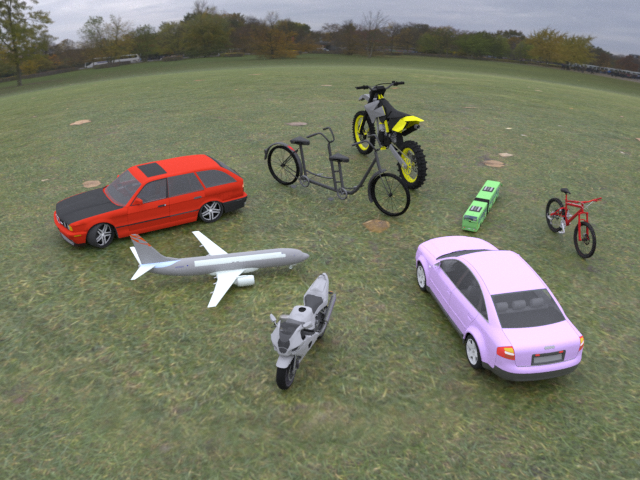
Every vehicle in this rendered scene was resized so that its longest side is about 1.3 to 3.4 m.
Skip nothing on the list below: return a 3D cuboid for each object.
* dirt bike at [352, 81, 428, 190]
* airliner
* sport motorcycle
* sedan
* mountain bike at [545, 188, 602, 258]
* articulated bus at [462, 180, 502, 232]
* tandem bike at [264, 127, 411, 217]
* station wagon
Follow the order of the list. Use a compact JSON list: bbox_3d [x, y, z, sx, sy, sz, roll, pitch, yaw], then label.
[{"bbox_3d":[1.284,-2.136,13.543,1.024,1.666,2.903,-11,29,-20],"label":"dirt bike"},{"bbox_3d":[-1.388,0.166,9.927,2.541,0.835,2.257,-7,28,-13],"label":"airliner"},{"bbox_3d":[-0.193,1.053,8.195,0.506,0.821,1.520,9,28,17],"label":"sport motorcycle"},{"bbox_3d":[2.148,0.621,8.914,1.235,0.940,3.137,-6,27,-11],"label":"sedan"},{"bbox_3d":[3.903,-0.342,10.890,0.573,0.868,1.469,-5,27,-10],"label":"mountain bike"},{"bbox_3d":[2.792,-0.605,12.049,0.311,0.289,1.749,12,29,22],"label":"articulated bus"},{"bbox_3d":[0.225,-1.330,12.333,3.192,1.326,0.550,19,32,33],"label":"tandem bike"},{"bbox_3d":[-2.810,-0.737,11.611,3.105,0.920,1.327,-15,31,-27],"label":"station wagon"}]
